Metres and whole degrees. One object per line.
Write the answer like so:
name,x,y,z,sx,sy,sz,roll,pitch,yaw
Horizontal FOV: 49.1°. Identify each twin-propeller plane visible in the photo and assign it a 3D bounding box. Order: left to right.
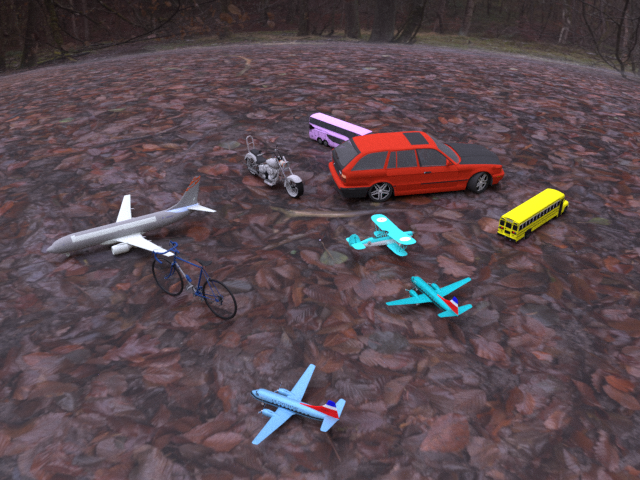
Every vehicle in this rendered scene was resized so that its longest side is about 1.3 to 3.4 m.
twin-propeller plane,-0.289,1.768,7.630,1.095,0.407,1.370,14,33,22
twin-propeller plane,1.537,0.712,9.443,1.370,0.407,1.095,-14,33,-23

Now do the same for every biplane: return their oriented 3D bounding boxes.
biplane,0.941,-0.020,10.601,1.090,0.504,1.336,-9,32,-16

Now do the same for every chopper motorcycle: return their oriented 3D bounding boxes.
chopper motorcycle,-0.843,-1.317,12.572,0.466,0.761,1.563,-24,38,-35

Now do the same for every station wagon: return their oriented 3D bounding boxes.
station wagon,1.753,-1.413,12.579,3.105,0.920,1.327,-5,31,-9

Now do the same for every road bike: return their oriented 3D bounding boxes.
road bike,-1.703,0.530,9.313,1.545,0.852,0.358,19,35,29

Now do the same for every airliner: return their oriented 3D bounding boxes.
airliner,-2.970,-0.356,10.849,2.541,0.835,2.257,-16,34,-25

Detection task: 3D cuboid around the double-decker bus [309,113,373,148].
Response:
double-decker bus,0.458,-2.093,14.121,0.389,0.541,1.672,-26,39,-37

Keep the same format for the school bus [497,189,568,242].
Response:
school bus,3.516,-0.440,11.392,1.708,0.434,0.365,-26,39,-37
